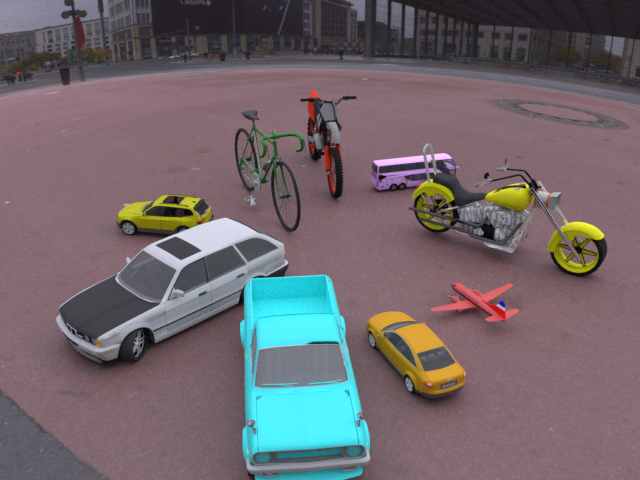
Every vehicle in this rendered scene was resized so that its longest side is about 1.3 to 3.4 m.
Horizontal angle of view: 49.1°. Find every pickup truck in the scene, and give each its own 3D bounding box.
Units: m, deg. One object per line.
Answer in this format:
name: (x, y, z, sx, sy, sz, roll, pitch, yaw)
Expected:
pickup truck: (-0.250, 1.270, 7.654, 1.244, 0.993, 3.117, -3, 27, -5)

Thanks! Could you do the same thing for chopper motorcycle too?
chopper motorcycle: (2.782, -0.480, 10.520, 3.040, 1.480, 0.906, 17, 32, 30)

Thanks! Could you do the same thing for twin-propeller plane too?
twin-propeller plane: (2.087, 0.770, 9.263, 1.370, 0.407, 1.095, -14, 30, -25)

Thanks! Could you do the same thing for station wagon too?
station wagon: (-1.878, 0.520, 9.189, 1.327, 0.920, 3.105, 24, 36, 39)

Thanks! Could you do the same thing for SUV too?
SUV: (-2.526, -0.419, 11.386, 1.572, 0.580, 0.656, 6, 28, 11)

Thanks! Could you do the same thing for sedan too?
sedan: (1.091, 1.250, 8.248, 0.635, 0.483, 1.613, -11, 29, -21)

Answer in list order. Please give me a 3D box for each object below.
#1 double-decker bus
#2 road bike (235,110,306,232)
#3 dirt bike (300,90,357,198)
double-decker bus: (1.784, -1.276, 13.093, 1.672, 0.541, 0.389, -8, 28, -14)
road bike: (-0.956, -1.303, 11.927, 0.696, 1.656, 3.004, -12, 30, -22)
dirt bike: (0.093, -1.977, 13.225, 1.024, 1.666, 2.903, -5, 28, -9)
